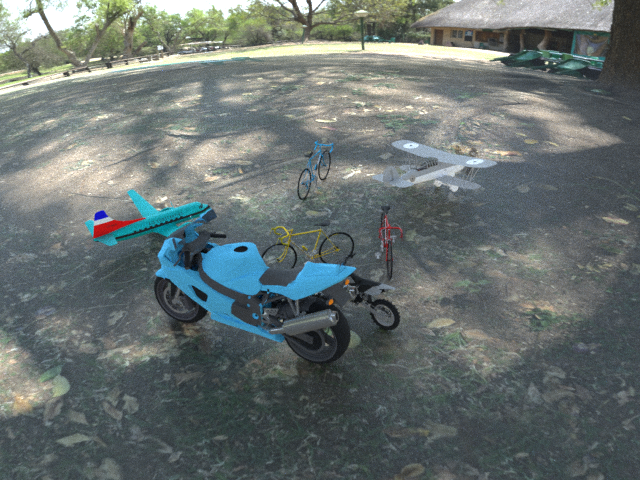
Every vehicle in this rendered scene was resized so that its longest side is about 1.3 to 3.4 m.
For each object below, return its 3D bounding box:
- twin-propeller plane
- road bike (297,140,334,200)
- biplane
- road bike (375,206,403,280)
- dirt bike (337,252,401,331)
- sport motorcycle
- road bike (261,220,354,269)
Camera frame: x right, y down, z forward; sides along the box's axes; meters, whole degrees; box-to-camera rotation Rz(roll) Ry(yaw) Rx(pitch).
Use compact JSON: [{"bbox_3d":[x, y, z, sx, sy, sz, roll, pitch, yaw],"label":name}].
[{"bbox_3d":[-2.747,-0.379,11.600,2.129,0.792,2.663,-21,36,-33],"label":"twin-propeller plane"},{"bbox_3d":[-0.099,-1.356,13.272,0.358,0.852,1.545,12,32,20],"label":"road bike"},{"bbox_3d":[1.983,-1.293,13.027,2.120,0.981,2.598,-18,34,-29],"label":"biplane"},{"bbox_3d":[1.040,-0.037,10.932,0.358,0.852,1.545,-1,29,-1],"label":"road bike"},{"bbox_3d":[0.458,0.692,9.633,1.493,0.857,0.527,20,35,31],"label":"dirt bike"},{"bbox_3d":[-0.927,0.642,8.970,2.955,1.596,0.983,13,32,21],"label":"sport motorcycle"},{"bbox_3d":[-0.184,0.116,10.661,1.545,0.852,0.358,-11,31,-18],"label":"road bike"}]
